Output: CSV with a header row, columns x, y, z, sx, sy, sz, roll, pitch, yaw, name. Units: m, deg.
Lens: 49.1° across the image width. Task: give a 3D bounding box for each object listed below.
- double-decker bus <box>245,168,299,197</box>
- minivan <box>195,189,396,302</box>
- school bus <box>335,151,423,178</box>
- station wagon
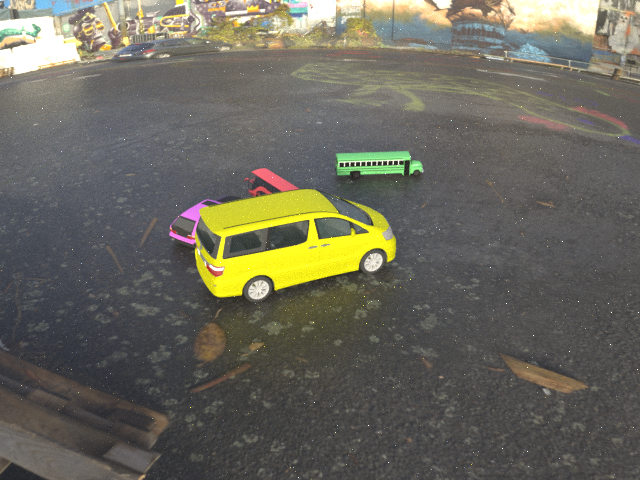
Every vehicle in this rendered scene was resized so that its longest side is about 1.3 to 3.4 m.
x,y,z,sx,sy,sz,roll,pitch,yaw,name
-0.727,-0.789,12.316,0.389,0.541,1.672,-20,36,-31,double-decker bus
-0.315,-0.058,10.395,3.011,1.197,1.324,-12,32,-20,minivan
1.157,-1.472,13.605,1.708,0.434,0.365,-3,30,-4,school bus
-1.786,-0.410,11.727,0.682,0.473,1.597,18,35,29,station wagon
